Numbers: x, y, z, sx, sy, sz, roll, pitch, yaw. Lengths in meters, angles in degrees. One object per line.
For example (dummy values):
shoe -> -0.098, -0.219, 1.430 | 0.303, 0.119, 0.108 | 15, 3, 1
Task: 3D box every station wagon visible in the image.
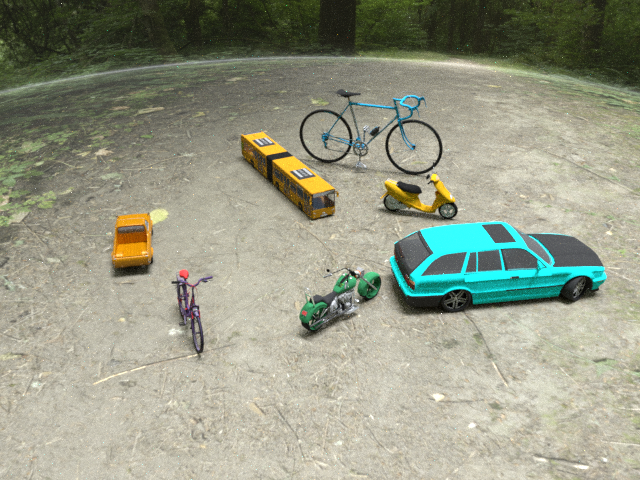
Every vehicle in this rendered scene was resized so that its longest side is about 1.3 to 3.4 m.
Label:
station wagon -> 2.642, 0.287, 10.323 | 3.105, 0.920, 1.327 | -4, 29, -8

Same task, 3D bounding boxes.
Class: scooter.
scooter -> 1.765, -0.862, 12.395 | 1.399, 0.919, 0.662 | 9, 30, 16

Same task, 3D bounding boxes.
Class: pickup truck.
pickup truck -> -3.033, -0.040, 11.333 | 0.640, 0.511, 1.603 | -6, 30, -10

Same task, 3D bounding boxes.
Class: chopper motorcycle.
chopper motorcycle -> 0.316, 0.712, 9.721 | 0.466, 0.761, 1.563 | 25, 38, 38

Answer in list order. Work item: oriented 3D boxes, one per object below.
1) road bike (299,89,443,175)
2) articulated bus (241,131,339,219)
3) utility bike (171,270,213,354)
road bike -> 0.987, -2.202, 14.049 | 3.004, 1.656, 0.696 | 10, 31, 17
articulated bus -> -0.692, -1.339, 13.623 | 0.605, 0.561, 3.401 | -14, 32, -24
utility bike -> -1.709, 0.815, 9.344 | 0.535, 0.946, 1.435 | -11, 31, -20
